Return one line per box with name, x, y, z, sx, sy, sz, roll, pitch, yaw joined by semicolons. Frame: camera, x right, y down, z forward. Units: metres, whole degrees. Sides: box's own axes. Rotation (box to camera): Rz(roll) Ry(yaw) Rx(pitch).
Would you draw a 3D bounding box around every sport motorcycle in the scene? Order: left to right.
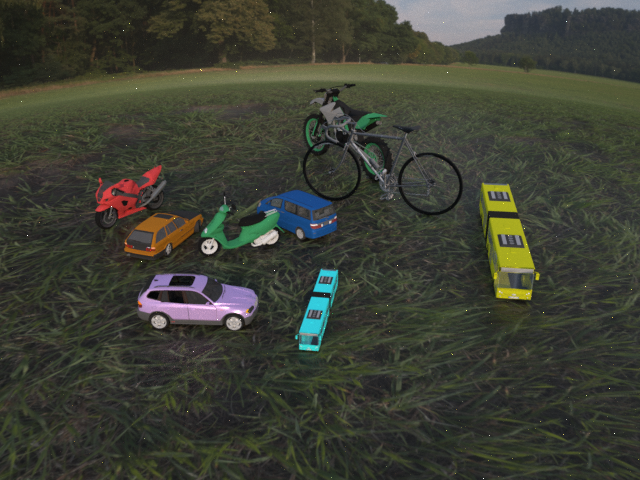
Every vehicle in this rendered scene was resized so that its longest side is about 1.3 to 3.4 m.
sport motorcycle;-3.302;-0.756;12.170;0.506;0.821;1.520;17;30;32

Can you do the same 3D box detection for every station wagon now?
station wagon;-2.497;-0.185;11.353;0.682;0.473;1.597;9;26;19

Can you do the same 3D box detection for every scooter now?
scooter;-1.241;-0.252;10.971;1.399;0.919;0.662;-9;27;-19

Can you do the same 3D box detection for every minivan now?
minivan;-0.423;-0.497;11.857;0.681;0.616;1.548;-22;33;-39

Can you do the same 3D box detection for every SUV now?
SUV;-1.595;0.778;9.158;1.572;0.580;0.656;1;25;2

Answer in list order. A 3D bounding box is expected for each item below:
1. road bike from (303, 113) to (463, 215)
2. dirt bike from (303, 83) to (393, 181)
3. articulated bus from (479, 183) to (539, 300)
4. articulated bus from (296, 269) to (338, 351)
road bike;1.068;-1.344;12.443;3.004;1.656;0.697;10;27;20
dirt bike;0.502;-2.300;14.487;1.024;1.666;2.903;-17;30;-32
articulated bus;2.887;-0.089;11.044;0.605;0.561;3.401;3;25;7
articulated bus;-0.003;0.887;9.269;0.311;0.289;1.749;4;25;8
